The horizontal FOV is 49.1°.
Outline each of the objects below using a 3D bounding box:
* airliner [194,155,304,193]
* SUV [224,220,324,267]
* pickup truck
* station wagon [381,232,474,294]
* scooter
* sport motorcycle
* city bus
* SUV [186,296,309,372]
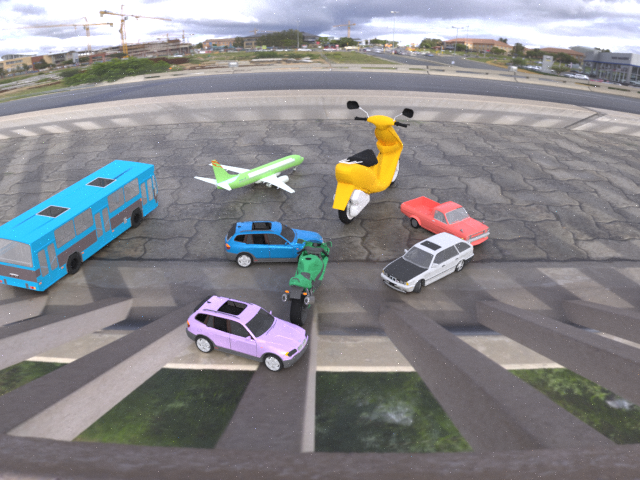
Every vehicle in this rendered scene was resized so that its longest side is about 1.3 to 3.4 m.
[{"bbox_3d":[-1.165,-1.471,13.615,2.257,0.835,2.541,21,34,35],"label":"airliner"},{"bbox_3d":[-0.716,0.027,10.940,1.572,0.580,0.656,-1,27,-2],"label":"SUV"},{"bbox_3d":[2.085,-0.370,11.800,0.640,0.511,1.603,-19,32,-32],"label":"pickup truck"},{"bbox_3d":[1.625,0.297,10.524,1.597,0.473,0.682,-22,34,-37],"label":"station wagon"},{"bbox_3d":[0.922,-1.479,12.579,1.288,1.786,2.721,13,30,24],"label":"scooter"},{"bbox_3d":[-0.165,0.540,9.660,0.506,0.821,1.520,6,27,11],"label":"sport motorcycle"},{"bbox_3d":[-3.800,-0.298,11.234,0.926,0.894,3.255,9,28,17],"label":"city bus"},{"bbox_3d":[-0.918,1.122,8.778,1.572,0.580,0.656,11,29,21],"label":"SUV"}]
